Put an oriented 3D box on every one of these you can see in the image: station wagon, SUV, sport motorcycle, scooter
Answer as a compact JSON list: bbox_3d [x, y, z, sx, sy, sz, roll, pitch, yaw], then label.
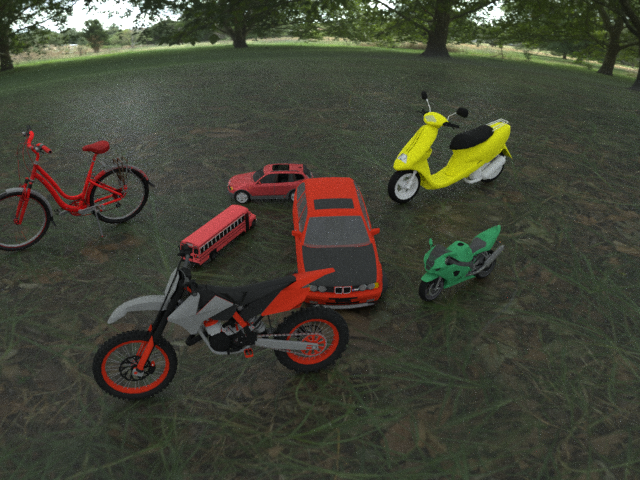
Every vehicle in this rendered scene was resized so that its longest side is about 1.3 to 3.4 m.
[{"bbox_3d":[0.206,-0.109,10.497,1.327,0.920,3.105,-2,28,-3],"label":"station wagon"},{"bbox_3d":[-0.882,-1.048,12.593,1.572,0.580,0.656,-1,28,-2],"label":"SUV"},{"bbox_3d":[1.967,0.318,9.813,1.520,0.821,0.506,-19,34,-32],"label":"sport motorcycle"},{"bbox_3d":[2.388,-1.690,12.513,2.721,1.786,1.288,-14,32,-25],"label":"scooter"}]

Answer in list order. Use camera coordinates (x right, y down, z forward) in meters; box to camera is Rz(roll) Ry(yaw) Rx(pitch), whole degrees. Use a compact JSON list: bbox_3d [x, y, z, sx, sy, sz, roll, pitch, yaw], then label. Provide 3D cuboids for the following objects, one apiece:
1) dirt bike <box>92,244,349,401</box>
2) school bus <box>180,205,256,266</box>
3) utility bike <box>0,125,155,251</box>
[{"bbox_3d":[-1.063,0.954,7.747,2.903,1.666,1.024,-7,29,-13],"label":"dirt bike"},{"bbox_3d":[-1.558,-0.130,11.048,0.365,0.434,1.708,13,31,23],"label":"school bus"},{"bbox_3d":[-3.872,-0.836,10.878,2.791,1.839,1.039,-19,34,-31],"label":"utility bike"}]
